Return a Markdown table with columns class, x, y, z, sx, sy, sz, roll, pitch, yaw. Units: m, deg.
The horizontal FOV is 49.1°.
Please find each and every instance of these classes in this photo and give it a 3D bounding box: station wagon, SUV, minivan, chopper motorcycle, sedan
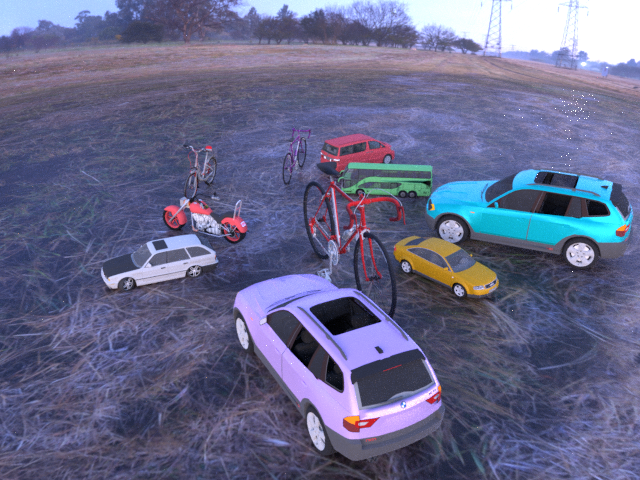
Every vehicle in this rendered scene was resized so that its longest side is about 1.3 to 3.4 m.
| class | x | y | z | sx | sy | sz | roll | pitch | yaw |
| --- | --- | --- | --- | --- | --- | --- | --- | --- | --- |
| station wagon | -2.272 | 0.280 | 9.878 | 1.597 | 0.473 | 0.682 | -11 | 29 | -21 |
| SUV | 3.153 | -0.479 | 10.669 | 3.058 | 1.128 | 1.276 | 11 | 29 | 21 |
| minivan | 0.770 | -1.753 | 13.808 | 1.548 | 0.616 | 0.681 | -17 | 31 | -31 |
| SUV | 0.077 | 1.080 | 7.534 | 1.276 | 1.128 | 3.058 | -13 | 29 | -25 |
| chopper motorcycle | -1.818 | -0.395 | 10.914 | 1.563 | 0.761 | 0.466 | 13 | 29 | 25 |
| sedan | 1.750 | 0.316 | 9.796 | 0.635 | 0.483 | 1.613 | -23 | 34 | -38 |

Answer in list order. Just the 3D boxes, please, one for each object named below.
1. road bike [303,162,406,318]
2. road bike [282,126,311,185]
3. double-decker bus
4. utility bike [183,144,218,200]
| class | x | y | z | sx | sy | sz | roll | pitch | yaw |
| --- | --- | --- | --- | --- | --- | --- | --- | --- | --- |
| road bike | 0.324 | -0.125 | 9.364 | 0.696 | 1.656 | 3.004 | -10 | 28 | -20 |
| road bike | -0.475 | -1.636 | 13.307 | 0.358 | 0.852 | 1.545 | 7 | 27 | 13 |
| double-decker bus | 1.169 | -1.078 | 12.533 | 1.672 | 0.541 | 0.389 | 3 | 27 | 6 |
| utility bike | -2.081 | -1.287 | 12.500 | 0.535 | 0.946 | 1.435 | 7 | 27 | 13 |
